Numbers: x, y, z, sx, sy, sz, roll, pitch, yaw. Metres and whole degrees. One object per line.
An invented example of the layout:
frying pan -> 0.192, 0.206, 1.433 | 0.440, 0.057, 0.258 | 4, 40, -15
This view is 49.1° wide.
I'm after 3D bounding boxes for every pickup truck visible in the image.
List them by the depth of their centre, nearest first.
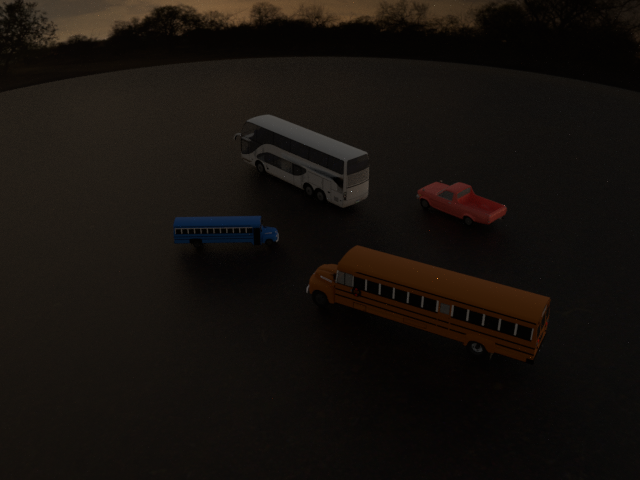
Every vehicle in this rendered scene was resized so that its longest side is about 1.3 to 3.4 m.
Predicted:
pickup truck -> 2.508, -0.700, 12.489 | 0.640, 0.511, 1.603 | -26, 38, -38

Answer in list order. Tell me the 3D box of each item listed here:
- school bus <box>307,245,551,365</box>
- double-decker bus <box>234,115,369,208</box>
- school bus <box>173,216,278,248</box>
school bus -> 1.352, 0.791, 9.483 | 3.322, 0.844, 0.709 | 15, 33, 25
double-decker bus -> -0.398, -1.594, 13.533 | 0.756, 1.052, 3.251 | -24, 37, -36
school bus -> -1.546, -0.150, 11.584 | 1.708, 0.434, 0.365 | -1, 29, -2
